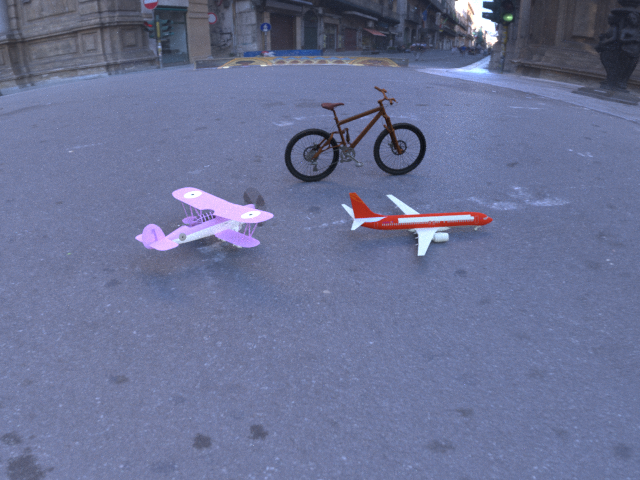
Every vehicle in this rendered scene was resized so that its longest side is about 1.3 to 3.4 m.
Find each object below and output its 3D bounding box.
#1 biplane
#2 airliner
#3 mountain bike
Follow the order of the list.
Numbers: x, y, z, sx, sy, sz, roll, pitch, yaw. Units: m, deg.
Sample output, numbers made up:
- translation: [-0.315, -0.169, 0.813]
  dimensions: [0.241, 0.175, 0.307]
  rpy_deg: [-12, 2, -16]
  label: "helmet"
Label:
- translation: [-1.845, -0.234, 11.076]
  dimensions: [2.120, 0.981, 2.598]
  rpy_deg: [-22, 35, -35]
  label: "biplane"
- translation: [1.686, -0.471, 11.674]
  dimensions: [2.541, 0.835, 2.257]
  rpy_deg: [-4, 28, -7]
  label: "airliner"
- translation: [0.718, -1.983, 13.597]
  dimensions: [2.857, 1.688, 1.114]
  rpy_deg: [-5, 29, -10]
  label: "mountain bike"
